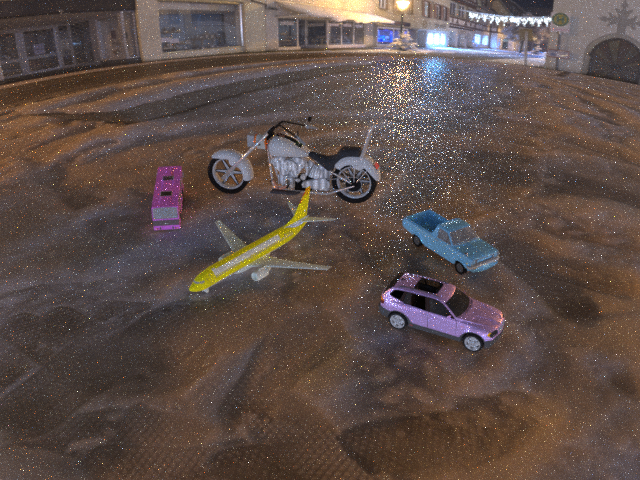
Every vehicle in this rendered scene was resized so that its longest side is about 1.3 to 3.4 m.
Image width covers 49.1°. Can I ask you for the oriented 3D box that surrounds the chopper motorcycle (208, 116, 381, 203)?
[{"bbox_3d":[-0.469,-1.391,11.891,3.040,1.480,0.906,7,29,12],"label":"chopper motorcycle"}]

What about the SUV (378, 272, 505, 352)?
[{"bbox_3d":[1.515,0.850,8.737,1.572,0.580,0.656,14,32,24],"label":"SUV"}]

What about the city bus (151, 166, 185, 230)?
[{"bbox_3d":[-2.526,-0.701,11.695,0.476,0.460,1.674,-4,29,-7],"label":"city bus"}]

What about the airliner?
[{"bbox_3d":[-0.923,-0.010,10.042,2.257,0.835,2.541,22,35,34],"label":"airliner"}]

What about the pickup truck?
[{"bbox_3d":[1.929,-0.047,10.448,0.640,0.511,1.603,-17,33,-28],"label":"pickup truck"}]
